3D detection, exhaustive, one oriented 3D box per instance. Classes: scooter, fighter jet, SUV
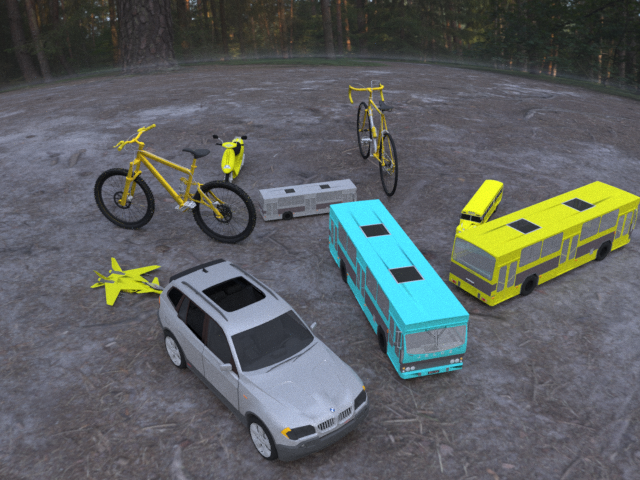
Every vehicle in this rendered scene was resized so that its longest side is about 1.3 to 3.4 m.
[{"bbox_3d":[-1.677,-1.637,13.470,0.662,0.919,1.399,2,29,4],"label":"scooter"},{"bbox_3d":[-2.573,0.600,10.035,1.358,0.286,1.147,12,31,21],"label":"fighter jet"},{"bbox_3d":[-0.758,1.218,8.026,1.276,1.128,3.058,-21,35,-33],"label":"SUV"}]

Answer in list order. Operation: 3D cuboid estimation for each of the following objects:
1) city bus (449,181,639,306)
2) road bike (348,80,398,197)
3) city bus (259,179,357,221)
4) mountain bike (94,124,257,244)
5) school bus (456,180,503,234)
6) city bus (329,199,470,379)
[{"bbox_3d":[3.407,0.023,10.457,3.255,0.894,0.926,-19,34,-30],"label":"city bus"},{"bbox_3d":[1.071,-2.020,13.402,0.696,1.656,3.004,-5,29,-9],"label":"road bike"},{"bbox_3d":[-0.209,-0.684,12.204,1.674,0.460,0.476,-8,30,-14],"label":"city bus"},{"bbox_3d":[-2.371,-0.821,11.175,2.857,1.688,1.114,8,30,14],"label":"mountain bike"},{"bbox_3d":[2.726,-0.519,11.928,0.365,0.434,1.708,14,32,24],"label":"school bus"},{"bbox_3d":[0.927,0.547,9.498,0.926,0.894,3.255,-7,29,-13],"label":"city bus"}]
